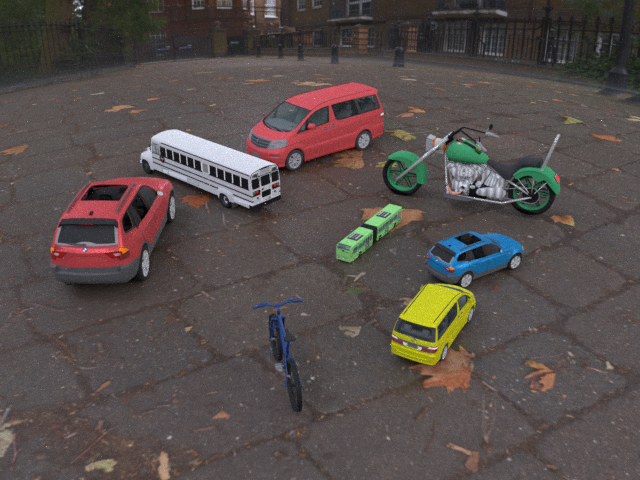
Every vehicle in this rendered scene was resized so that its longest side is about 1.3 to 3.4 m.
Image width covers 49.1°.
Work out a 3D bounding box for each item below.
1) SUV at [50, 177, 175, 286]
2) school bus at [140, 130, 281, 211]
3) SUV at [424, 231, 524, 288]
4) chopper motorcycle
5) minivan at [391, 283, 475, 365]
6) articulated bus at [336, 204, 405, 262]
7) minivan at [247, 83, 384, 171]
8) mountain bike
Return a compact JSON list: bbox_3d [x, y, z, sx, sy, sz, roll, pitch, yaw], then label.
[{"bbox_3d":[-3.039,-0.365,10.499,1.276,1.128,3.058,0,27,1],"label":"SUV"},{"bbox_3d":[-2.107,-1.334,12.694,3.322,0.844,0.709,23,35,37],"label":"school bus"},{"bbox_3d":[2.234,0.184,10.030,1.572,0.580,0.656,-17,32,-29],"label":"SUV"},{"bbox_3d":[2.540,-1.280,11.895,3.040,1.480,0.906,12,30,23],"label":"chopper motorcycle"},{"bbox_3d":[1.430,0.909,8.583,0.681,0.616,1.548,15,31,26],"label":"minivan"},{"bbox_3d":[0.802,-0.128,10.957,0.311,0.289,1.749,16,31,28],"label":"articulated bus"},{"bbox_3d":[-0.087,-2.361,14.307,3.011,1.197,1.324,-21,34,-35],"label":"minivan"},{"bbox_3d":[-0.396,1.201,7.738,0.573,0.868,1.469,-7,28,-14],"label":"mountain bike"}]
